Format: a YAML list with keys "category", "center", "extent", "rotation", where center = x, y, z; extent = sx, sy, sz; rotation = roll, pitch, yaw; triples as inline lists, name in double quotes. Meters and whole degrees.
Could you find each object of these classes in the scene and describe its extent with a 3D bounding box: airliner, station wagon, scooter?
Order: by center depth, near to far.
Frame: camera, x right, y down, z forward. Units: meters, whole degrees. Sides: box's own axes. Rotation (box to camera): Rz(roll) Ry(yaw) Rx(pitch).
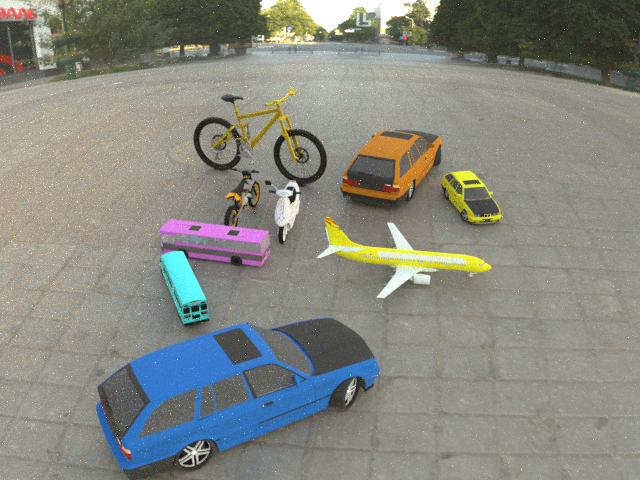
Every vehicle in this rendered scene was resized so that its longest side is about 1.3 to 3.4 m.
- category: "station wagon"
  center: [-0.823, 1.501, 7.704]
  extent: [3.105, 0.920, 1.327]
  rotation: [-15, 32, -26]
- category: "airliner"
  center: [1.268, 0.110, 10.361]
  extent: [2.541, 0.835, 2.257]
  rotation: [4, 29, 7]
- category: "scooter"
  center: [-0.543, -0.613, 11.607]
  extent: [0.662, 0.919, 1.399]
  rotation: [4, 29, 6]
- category: "station wagon"
  center: [2.676, -0.799, 12.418]
  extent: [0.682, 0.473, 1.597]
  rotation: [-5, 29, -9]
- category: "station wagon"
  center: [1.472, -1.607, 13.441]
  extent: [1.327, 0.920, 3.105]
  rotation: [12, 31, 21]

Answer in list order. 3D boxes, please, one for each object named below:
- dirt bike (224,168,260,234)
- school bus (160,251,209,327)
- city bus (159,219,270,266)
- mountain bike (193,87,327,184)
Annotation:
- category: "dirt bike"
  center: [-1.327, -0.745, 11.916]
  extent: [0.527, 0.857, 1.493]
  rotation: [8, 29, 14]
- category: "school bus"
  center: [-1.945, 0.612, 9.855]
  extent: [0.365, 0.434, 1.708]
  rotation: [-11, 30, -20]
- category: "city bus"
  center: [-1.631, 0.055, 10.856]
  extent: [1.674, 0.460, 0.476]
  rotation: [7, 29, 13]
- category: "mountain bike"
  center: [-1.196, -1.989, 13.340]
  extent: [2.857, 1.688, 1.114]
  rotation: [11, 30, 20]
